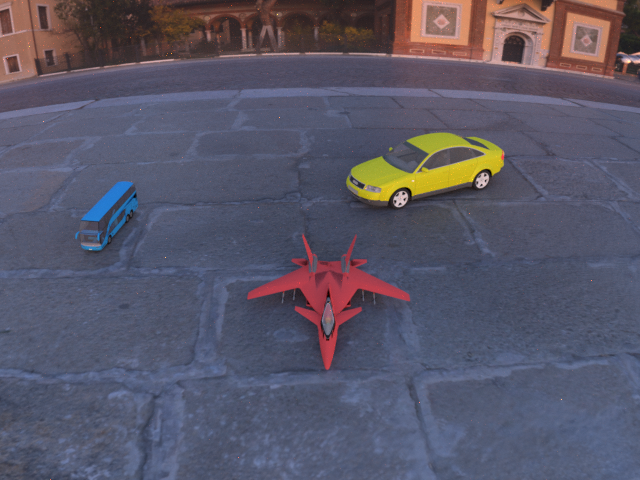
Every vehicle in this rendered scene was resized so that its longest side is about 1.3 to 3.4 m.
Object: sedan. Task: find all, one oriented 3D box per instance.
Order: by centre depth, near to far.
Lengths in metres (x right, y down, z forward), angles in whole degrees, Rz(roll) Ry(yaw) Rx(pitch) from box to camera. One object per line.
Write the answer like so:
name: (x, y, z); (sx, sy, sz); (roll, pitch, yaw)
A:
sedan: (1.969, -1.392, 12.941); (3.137, 0.940, 1.235); (-14, 32, -24)

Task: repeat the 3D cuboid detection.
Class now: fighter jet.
fighter jet: (0.114, 0.758, 9.399); (2.229, 0.557, 2.640); (1, 29, 1)

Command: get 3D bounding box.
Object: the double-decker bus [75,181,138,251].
double-decker bus: (-3.474, -0.397, 11.533); (0.389, 0.541, 1.672); (4, 29, 7)
